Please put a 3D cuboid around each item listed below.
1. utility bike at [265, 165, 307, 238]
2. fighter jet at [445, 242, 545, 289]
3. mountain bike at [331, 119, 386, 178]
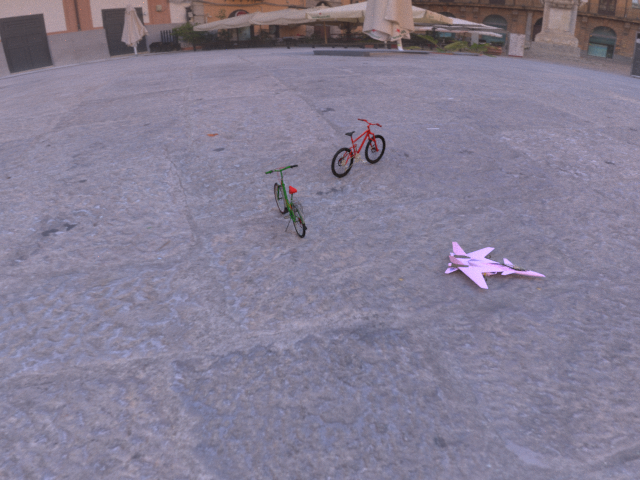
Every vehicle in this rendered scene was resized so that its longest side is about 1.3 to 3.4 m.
[{"bbox_3d":[-0.531,-0.638,10.927,0.535,0.946,1.435,-11,31,-19],"label":"utility bike"},{"bbox_3d":[2.485,0.336,9.863,1.358,0.286,1.147,8,30,14],"label":"fighter jet"},{"bbox_3d":[0.730,-1.695,12.892,0.573,0.868,1.469,26,38,38],"label":"mountain bike"}]
